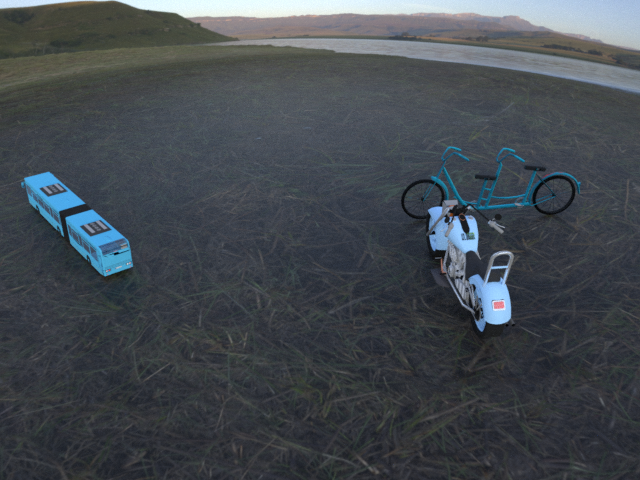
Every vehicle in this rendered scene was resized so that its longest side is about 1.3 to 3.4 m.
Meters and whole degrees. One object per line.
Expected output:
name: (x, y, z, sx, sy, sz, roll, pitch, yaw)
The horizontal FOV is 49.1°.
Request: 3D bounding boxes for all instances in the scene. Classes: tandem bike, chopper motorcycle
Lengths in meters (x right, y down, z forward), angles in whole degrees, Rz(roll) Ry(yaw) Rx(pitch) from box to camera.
tandem bike: (3.001, -0.984, 12.152, 3.192, 1.326, 0.550, -2, 29, -4)
chopper motorcycle: (2.058, 0.121, 10.028, 0.906, 1.480, 3.040, -4, 30, -7)

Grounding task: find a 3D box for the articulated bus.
articulated bus: (-4.140, -0.344, 11.793, 0.605, 0.561, 3.401, -22, 36, -33)
